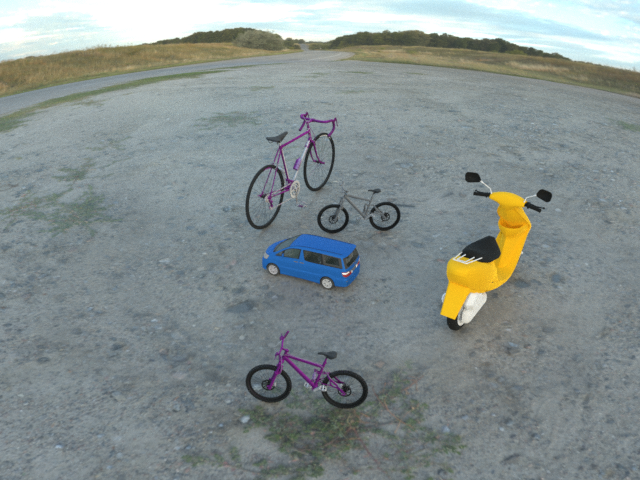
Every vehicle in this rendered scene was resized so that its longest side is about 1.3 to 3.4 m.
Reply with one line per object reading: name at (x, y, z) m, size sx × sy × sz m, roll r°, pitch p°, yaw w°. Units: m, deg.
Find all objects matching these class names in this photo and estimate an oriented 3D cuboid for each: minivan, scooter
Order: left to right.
minivan at (-0.162, 0.273, 10.939) m, size 1.548 × 0.616 × 0.681 m, roll 13°, pitch 31°, yaw 22°
scooter at (2.476, 0.077, 10.081) m, size 1.288 × 1.786 × 2.721 m, roll 19°, pitch 34°, yaw 30°

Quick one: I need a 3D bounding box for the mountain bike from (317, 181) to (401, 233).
mountain bike at (0.680, -0.527, 12.128) m, size 1.469 × 0.868 × 0.573 m, roll -3°, pitch 29°, yaw -5°

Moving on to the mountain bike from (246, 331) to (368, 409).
mountain bike at (-0.162, 1.608, 8.257) m, size 1.469 × 0.868 × 0.573 m, roll 3°, pitch 29°, yaw 6°

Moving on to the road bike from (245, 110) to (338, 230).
road bike at (-0.478, -1.345, 12.796) m, size 0.696 × 1.656 × 3.004 m, roll 16°, pitch 33°, yaw 27°
